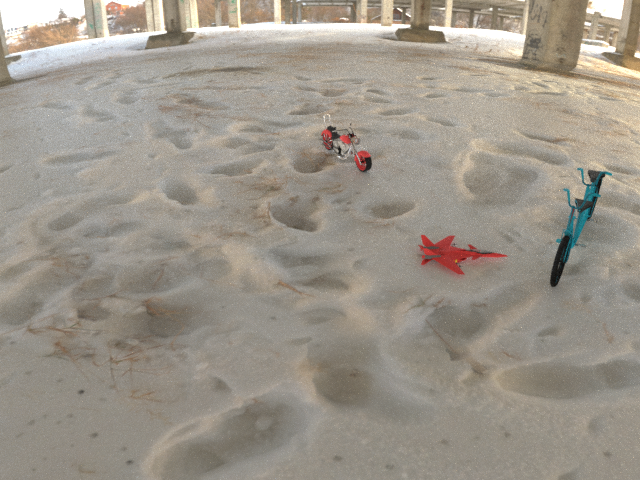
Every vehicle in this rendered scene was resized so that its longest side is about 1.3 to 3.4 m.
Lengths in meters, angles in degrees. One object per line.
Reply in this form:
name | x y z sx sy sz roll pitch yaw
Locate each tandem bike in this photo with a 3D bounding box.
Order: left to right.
tandem bike | 4.032 -0.459 10.764 0.550 1.326 3.192 16 34 25

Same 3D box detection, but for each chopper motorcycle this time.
chopper motorcycle | 0.511 -1.924 13.817 0.466 0.761 1.563 -19 35 -28

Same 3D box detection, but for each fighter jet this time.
fighter jet | 2.212 0.159 10.737 1.358 0.286 1.147 1 30 2
